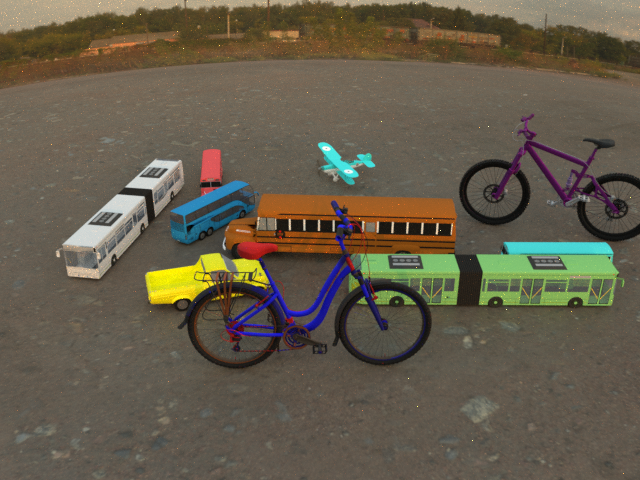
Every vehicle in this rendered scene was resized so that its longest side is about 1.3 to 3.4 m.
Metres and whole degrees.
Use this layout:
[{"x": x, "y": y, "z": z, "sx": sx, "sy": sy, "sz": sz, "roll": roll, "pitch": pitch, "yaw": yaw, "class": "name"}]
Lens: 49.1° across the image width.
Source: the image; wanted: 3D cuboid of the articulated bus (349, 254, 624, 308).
[{"x": 2.082, "y": 0.516, "z": 9.043, "sx": 3.401, "sy": 0.561, "sz": 0.605, "roll": 0, "pitch": 27, "yaw": 1, "class": "articulated bus"}]

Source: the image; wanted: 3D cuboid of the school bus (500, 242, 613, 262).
[{"x": 3.116, "y": 0.271, "z": 9.654, "sx": 1.708, "sy": 0.434, "sz": 0.365, "roll": 0, "pitch": 27, "yaw": 0, "class": "school bus"}]

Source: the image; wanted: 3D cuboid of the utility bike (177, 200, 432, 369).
[{"x": -0.166, "y": 0.542, "z": 7.602, "sx": 2.791, "sy": 1.839, "sz": 1.039, "roll": -1, "pitch": 27, "yaw": -1, "class": "utility bike"}]

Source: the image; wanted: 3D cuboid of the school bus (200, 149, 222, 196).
[{"x": -1.904, "y": -1.108, "z": 12.316, "sx": 0.365, "sy": 0.434, "sz": 1.708, "roll": -3, "pitch": 28, "yaw": -6, "class": "school bus"}]

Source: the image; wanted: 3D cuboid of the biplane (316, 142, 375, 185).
[{"x": 0.464, "y": -1.353, "z": 12.712, "sx": 1.090, "sy": 0.504, "sz": 1.336, "roll": -13, "pitch": 30, "yaw": -23, "class": "biplane"}]

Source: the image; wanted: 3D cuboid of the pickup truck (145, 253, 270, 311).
[{"x": -1.460, "y": 0.497, "z": 9.134, "sx": 1.603, "sy": 0.511, "sz": 0.640, "roll": -8, "pitch": 29, "yaw": -16, "class": "pickup truck"}]

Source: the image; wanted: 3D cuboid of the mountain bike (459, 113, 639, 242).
[{"x": 3.552, "y": -0.878, "z": 10.508, "sx": 2.857, "sy": 1.688, "sz": 1.114, "roll": 9, "pitch": 29, "yaw": 16, "class": "mountain bike"}]

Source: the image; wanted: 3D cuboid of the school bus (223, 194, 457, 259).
[{"x": 0.258, "y": -0.176, "z": 10.071, "sx": 3.322, "sy": 0.844, "sz": 0.709, "roll": 2, "pitch": 27, "yaw": 3, "class": "school bus"}]

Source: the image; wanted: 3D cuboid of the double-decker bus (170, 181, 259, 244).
[{"x": -1.634, "y": -0.467, "z": 10.963, "sx": 0.389, "sy": 0.541, "sz": 1.672, "roll": 18, "pitch": 32, "yaw": 31, "class": "double-decker bus"}]

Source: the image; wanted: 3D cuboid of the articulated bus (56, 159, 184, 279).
[{"x": -2.941, "y": -0.442, "z": 10.892, "sx": 0.605, "sy": 0.561, "sz": 3.401, "roll": 5, "pitch": 28, "yaw": 9, "class": "articulated bus"}]
